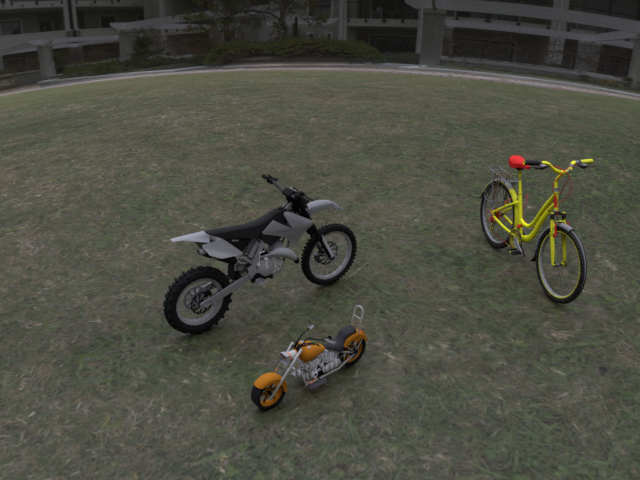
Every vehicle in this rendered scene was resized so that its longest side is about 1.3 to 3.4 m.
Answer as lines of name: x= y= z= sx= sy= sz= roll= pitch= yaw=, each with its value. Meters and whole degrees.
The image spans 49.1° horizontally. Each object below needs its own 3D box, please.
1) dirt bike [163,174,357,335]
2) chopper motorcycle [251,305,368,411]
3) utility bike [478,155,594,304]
dirt bike: x=-0.690 y=0.135 z=8.976 sx=2.903 sy=1.666 sz=1.024 roll=-18 pitch=32 yaw=-31
chopper motorcycle: x=-0.090 y=1.285 z=7.729 sx=1.563 sy=0.761 sz=0.466 roll=-20 pitch=33 yaw=-34
utility bike: x=3.043 y=-0.421 z=9.869 sx=1.039 sy=1.839 sz=2.791 roll=-7 pitch=28 yaw=-14
